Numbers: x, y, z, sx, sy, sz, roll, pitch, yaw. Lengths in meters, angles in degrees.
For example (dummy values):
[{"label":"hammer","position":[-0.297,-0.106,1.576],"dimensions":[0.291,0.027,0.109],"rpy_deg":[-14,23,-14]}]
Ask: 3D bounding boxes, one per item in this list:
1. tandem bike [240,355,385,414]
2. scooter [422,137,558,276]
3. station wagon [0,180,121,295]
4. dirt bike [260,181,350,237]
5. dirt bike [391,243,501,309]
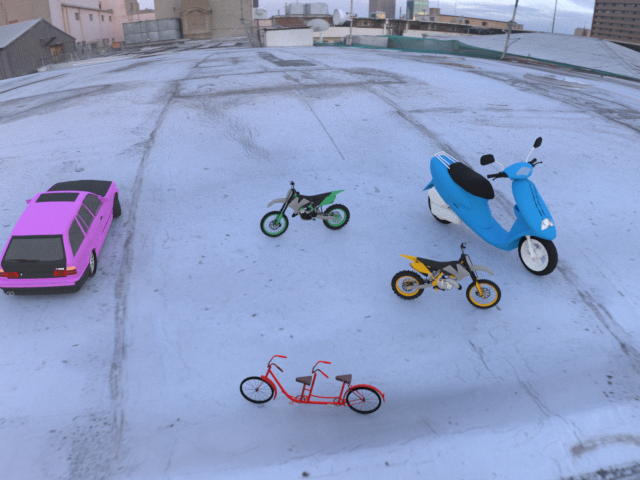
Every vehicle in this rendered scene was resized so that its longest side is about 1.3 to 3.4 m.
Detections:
[{"label":"tandem bike","position":[-0.097,1.618,7.758],"dimensions":[1.642,0.682,0.283],"rpy_deg":[4,30,7]},{"label":"scooter","position":[2.581,-0.700,10.664],"dimensions":[1.288,1.786,2.721],"rpy_deg":[-20,35,-30]},{"label":"station wagon","position":[-3.949,-0.289,10.818],"dimensions":[1.327,0.920,3.105],"rpy_deg":[-2,30,-3]},{"label":"dirt bike","position":[-0.230,-0.478,11.209],"dimensions":[1.493,0.857,0.527],"rpy_deg":[-7,31,-13]},{"label":"dirt bike","position":[1.718,0.510,9.499],"dimensions":[1.493,0.857,0.527],"rpy_deg":[7,31,11]}]
